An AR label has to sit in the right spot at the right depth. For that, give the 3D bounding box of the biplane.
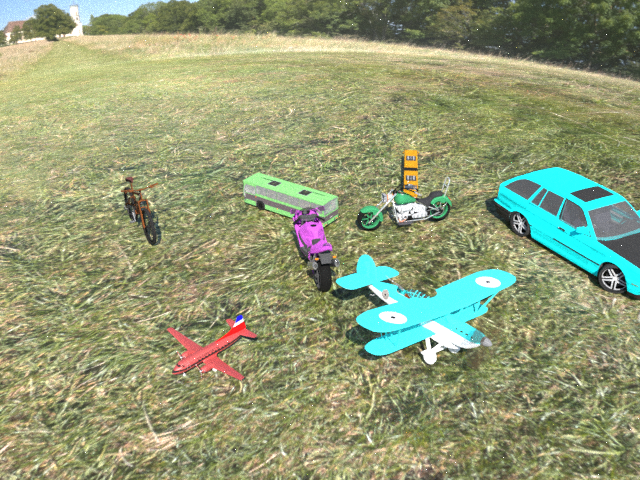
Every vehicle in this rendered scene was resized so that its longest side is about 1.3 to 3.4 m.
[{"bbox_3d":[1.202,0.788,8.375,2.598,0.981,2.120,-23,36,-36],"label":"biplane"}]

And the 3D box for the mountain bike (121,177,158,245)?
[{"bbox_3d":[-2.833,-0.525,10.894,0.573,0.868,1.469,-16,32,-26],"label":"mountain bike"}]

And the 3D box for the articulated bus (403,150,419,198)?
[{"bbox_3d":[1.650,-1.207,12.746,0.311,0.289,1.749,3,29,6],"label":"articulated bus"}]

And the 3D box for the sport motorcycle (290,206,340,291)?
[{"bbox_3d":[-0.084,0.079,9.839,0.506,0.821,1.520,-7,29,-12],"label":"sport motorcycle"}]

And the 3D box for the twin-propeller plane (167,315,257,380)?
[{"bbox_3d":[-1.278,1.239,8.147,1.370,0.407,1.095,25,37,37],"label":"twin-propeller plane"}]

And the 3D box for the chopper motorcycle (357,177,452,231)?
[{"bbox_3d":[1.355,-0.575,11.097,1.563,0.761,0.466,-7,29,-13],"label":"chopper motorcycle"}]

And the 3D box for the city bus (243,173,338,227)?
[{"bbox_3d":[-0.502,-0.651,11.549,1.674,0.460,0.476,19,34,31],"label":"city bus"}]

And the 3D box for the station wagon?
[{"bbox_3d":[3.984,-0.249,10.335,1.327,0.920,3.105,-14,32,-24],"label":"station wagon"}]
